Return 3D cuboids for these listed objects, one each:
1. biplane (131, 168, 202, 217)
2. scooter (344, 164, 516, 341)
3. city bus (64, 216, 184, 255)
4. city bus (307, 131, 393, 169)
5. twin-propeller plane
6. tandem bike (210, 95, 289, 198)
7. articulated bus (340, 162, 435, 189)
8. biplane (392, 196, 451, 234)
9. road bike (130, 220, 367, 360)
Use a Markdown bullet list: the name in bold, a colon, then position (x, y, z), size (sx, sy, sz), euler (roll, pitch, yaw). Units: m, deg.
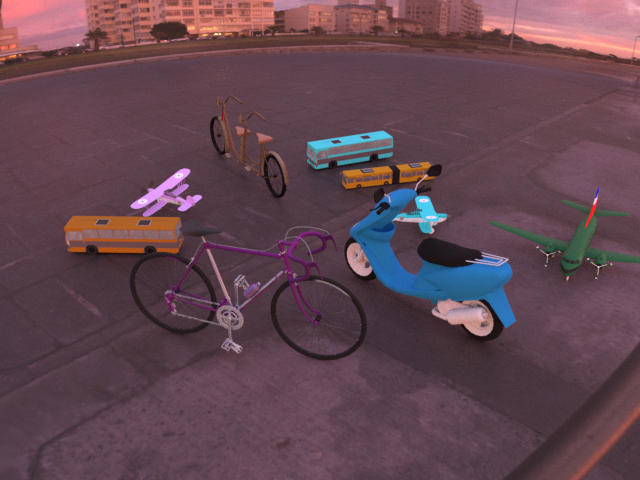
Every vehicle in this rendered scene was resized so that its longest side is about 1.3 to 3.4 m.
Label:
- **biplane**: position (-2.513, -0.700, 11.694), size (1.090, 0.504, 1.336), euler (17, 33, 28)
- **scooter**: position (1.314, 0.110, 8.873), size (1.288, 1.786, 2.721), euler (-25, 37, -38)
- **city bus**: position (-2.944, -0.063, 10.573), size (1.674, 0.460, 0.476), euler (1, 29, 2)
- **city bus**: position (0.591, -1.741, 13.646), size (1.674, 0.460, 0.476), euler (-12, 31, -20)
- **twin-propeller plane**: position (3.862, -0.096, 10.288), size (2.663, 0.792, 2.129), euler (15, 32, 25)
- **tandem bike**: position (-1.381, -1.814, 12.876), size (0.550, 1.326, 3.192), euler (-16, 33, -27)
- **articulated bus**: position (1.254, -1.187, 12.811), size (1.749, 0.289, 0.311), euler (-7, 29, -13)
- **biplane**: position (1.522, -0.375, 11.098), size (1.090, 0.504, 1.336), euler (0, 29, 1)
- **road bike**: position (-0.909, 0.565, 8.176), size (3.004, 1.656, 0.697), euler (8, 30, 14)
